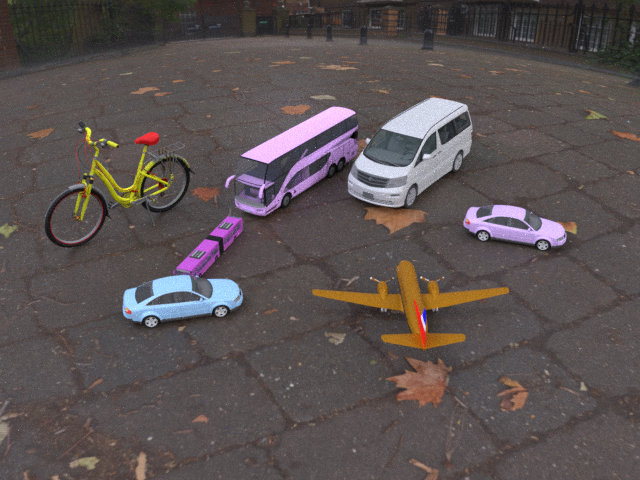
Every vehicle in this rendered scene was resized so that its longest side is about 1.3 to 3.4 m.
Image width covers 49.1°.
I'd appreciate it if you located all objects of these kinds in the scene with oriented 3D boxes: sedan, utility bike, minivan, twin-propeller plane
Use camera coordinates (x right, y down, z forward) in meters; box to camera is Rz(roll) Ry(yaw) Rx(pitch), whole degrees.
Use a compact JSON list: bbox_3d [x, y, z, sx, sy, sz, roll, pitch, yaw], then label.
[{"bbox_3d":[-1.861,0.764,9.515,1.613,0.483,0.635,-7,31,-12],"label":"sedan"},{"bbox_3d":[-3.093,-0.971,11.133,1.039,1.839,2.791,26,39,37],"label":"utility bike"},{"bbox_3d":[1.710,-1.650,12.926,1.324,1.197,3.011,20,36,30],"label":"minivan"},{"bbox_3d":[3.132,-0.249,11.243,1.613,0.483,0.635,10,32,16],"label":"sedan"},{"bbox_3d":[1.231,0.733,9.263,2.663,0.792,2.129,-1,30,-1],"label":"twin-propeller plane"}]

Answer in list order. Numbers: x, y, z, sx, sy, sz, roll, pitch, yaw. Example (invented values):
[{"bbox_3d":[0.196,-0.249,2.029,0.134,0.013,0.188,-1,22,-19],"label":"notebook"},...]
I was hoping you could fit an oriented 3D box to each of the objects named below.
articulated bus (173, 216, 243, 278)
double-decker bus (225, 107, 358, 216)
[{"bbox_3d":[-1.674,0.132,10.785,0.311,0.289,1.749,10,32,17],"label":"articulated bus"},{"bbox_3d":[-0.384,-1.463,12.750,0.756,1.052,3.251,18,35,28],"label":"double-decker bus"}]
